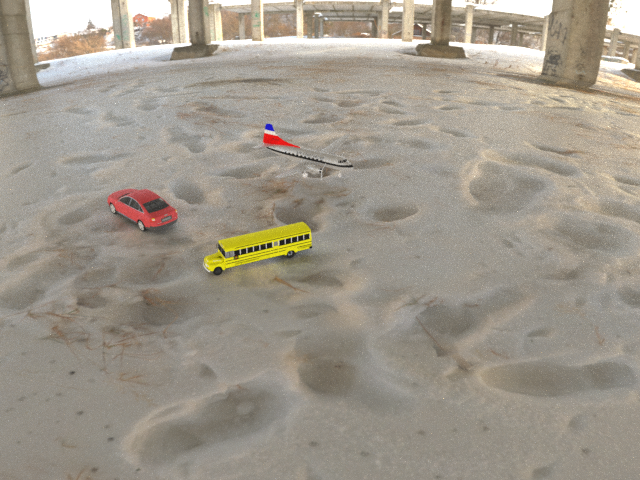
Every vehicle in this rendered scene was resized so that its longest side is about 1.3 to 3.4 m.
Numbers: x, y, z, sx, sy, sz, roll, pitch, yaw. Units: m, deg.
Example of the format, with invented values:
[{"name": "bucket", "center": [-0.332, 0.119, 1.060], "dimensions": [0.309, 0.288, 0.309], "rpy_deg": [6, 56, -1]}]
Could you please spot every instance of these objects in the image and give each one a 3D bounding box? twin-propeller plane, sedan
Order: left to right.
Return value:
[{"name": "sedan", "center": [-3.087, -0.610, 12.062], "dimensions": [0.635, 0.483, 1.613], "rpy_deg": [-25, 37, -38]}, {"name": "twin-propeller plane", "center": [-0.267, -1.774, 13.883], "dimensions": [2.129, 0.792, 2.663], "rpy_deg": [16, 32, 27]}]

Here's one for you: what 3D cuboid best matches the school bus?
[{"name": "school bus", "center": [-0.961, 0.120, 10.771], "dimensions": [1.708, 0.434, 0.365], "rpy_deg": [-13, 31, -23]}]
